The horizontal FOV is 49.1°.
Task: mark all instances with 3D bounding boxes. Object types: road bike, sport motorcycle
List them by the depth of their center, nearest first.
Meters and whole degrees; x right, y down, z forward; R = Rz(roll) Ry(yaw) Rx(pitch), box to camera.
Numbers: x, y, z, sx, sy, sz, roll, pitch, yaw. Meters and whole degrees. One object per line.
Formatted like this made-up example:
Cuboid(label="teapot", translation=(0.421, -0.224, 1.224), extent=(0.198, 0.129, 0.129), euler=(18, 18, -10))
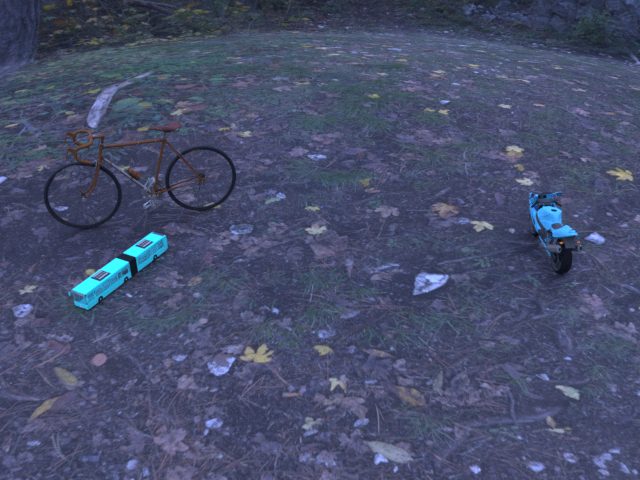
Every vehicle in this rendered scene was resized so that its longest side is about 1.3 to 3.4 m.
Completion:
Cuboid(label="sport motorcycle", translation=(3.420, -0.158, 10.364), extent=(0.506, 0.821, 1.520), euler=(-2, 31, -4))
Cuboid(label="road bike", translation=(-2.812, -1.055, 11.031), extent=(3.004, 1.656, 0.697), euler=(-10, 33, -16))

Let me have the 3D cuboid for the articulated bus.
Cuboid(label="articulated bus", translation=(-2.810, 0.405, 9.951), extent=(0.311, 0.289, 1.749), euler=(15, 34, 23))
